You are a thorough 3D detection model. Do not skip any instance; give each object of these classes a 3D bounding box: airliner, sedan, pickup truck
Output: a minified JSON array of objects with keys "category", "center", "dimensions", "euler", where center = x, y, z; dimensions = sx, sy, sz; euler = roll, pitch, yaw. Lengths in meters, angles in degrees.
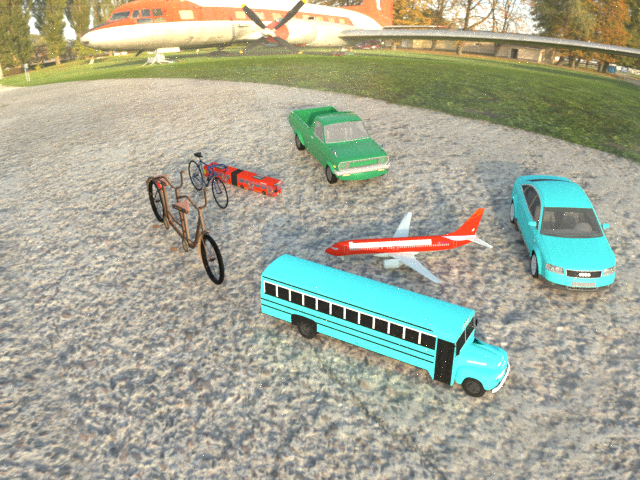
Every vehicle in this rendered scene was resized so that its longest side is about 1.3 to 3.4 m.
[{"category":"airliner","center":[1.343,-0.081,11.004],"dimensions":[2.541,0.835,2.257],"euler":[-2,29,-4]},{"category":"sedan","center":[3.863,-0.281,11.256],"dimensions":[1.235,0.940,3.137],"euler":[2,29,3]},{"category":"pickup truck","center":[0.327,-2.151,14.566],"dimensions":[1.244,0.993,3.117],"euler":[-10,31,-18]}]

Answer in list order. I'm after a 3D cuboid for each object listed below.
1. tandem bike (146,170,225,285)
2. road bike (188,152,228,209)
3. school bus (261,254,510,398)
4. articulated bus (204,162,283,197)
[{"category":"tandem bike","center":[-2.221,-0.443,11.150],"dimensions":[0.550,1.326,3.192],"euler":[-16,33,-27]},{"category":"road bike","center":[-2.084,-1.147,12.905],"dimensions":[0.358,0.852,1.545],"euler":[-19,34,-31]},{"category":"school bus","center":[0.783,1.037,8.982],"dimensions":[3.322,0.844,0.709],"euler":[16,33,26]},{"category":"articulated bus","center":[-1.508,-1.184,13.552],"dimensions":[1.749,0.289,0.311],"euler":[17,33,28]}]
